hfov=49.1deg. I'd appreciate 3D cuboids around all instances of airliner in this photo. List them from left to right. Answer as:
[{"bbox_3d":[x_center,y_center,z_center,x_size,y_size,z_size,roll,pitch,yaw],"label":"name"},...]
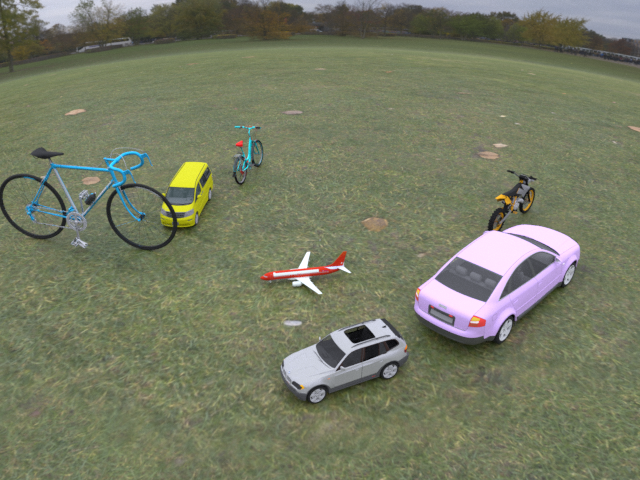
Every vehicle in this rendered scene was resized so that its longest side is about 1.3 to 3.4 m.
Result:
[{"bbox_3d":[-0.230,0.401,10.270,1.307,0.429,1.161,-5,30,-8],"label":"airliner"}]

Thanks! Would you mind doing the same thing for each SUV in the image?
[{"bbox_3d":[0.300,1.396,8.393,1.572,0.580,0.656,-14,33,-22],"label":"SUV"}]

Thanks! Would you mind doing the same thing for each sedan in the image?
[{"bbox_3d":[2.568,0.409,9.745,1.235,0.940,3.137,25,39,37],"label":"sedan"}]

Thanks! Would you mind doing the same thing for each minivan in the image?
[{"bbox_3d":[-2.308,-0.796,12.159,0.681,0.616,1.548,3,30,5],"label":"minivan"}]

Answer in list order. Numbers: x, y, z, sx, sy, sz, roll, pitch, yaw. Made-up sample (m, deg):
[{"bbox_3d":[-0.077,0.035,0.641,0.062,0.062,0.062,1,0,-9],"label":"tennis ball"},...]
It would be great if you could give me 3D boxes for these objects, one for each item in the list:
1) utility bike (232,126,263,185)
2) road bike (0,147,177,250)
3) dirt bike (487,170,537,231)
[{"bbox_3d":[-1.424,-1.677,13.355,0.535,0.946,1.435,9,31,15],"label":"utility bike"},{"bbox_3d":[-3.668,-0.650,10.864,3.004,1.656,0.697,6,30,9],"label":"road bike"},{"bbox_3d":[3.232,-0.663,11.686,0.527,0.857,1.493,24,38,36],"label":"dirt bike"}]
